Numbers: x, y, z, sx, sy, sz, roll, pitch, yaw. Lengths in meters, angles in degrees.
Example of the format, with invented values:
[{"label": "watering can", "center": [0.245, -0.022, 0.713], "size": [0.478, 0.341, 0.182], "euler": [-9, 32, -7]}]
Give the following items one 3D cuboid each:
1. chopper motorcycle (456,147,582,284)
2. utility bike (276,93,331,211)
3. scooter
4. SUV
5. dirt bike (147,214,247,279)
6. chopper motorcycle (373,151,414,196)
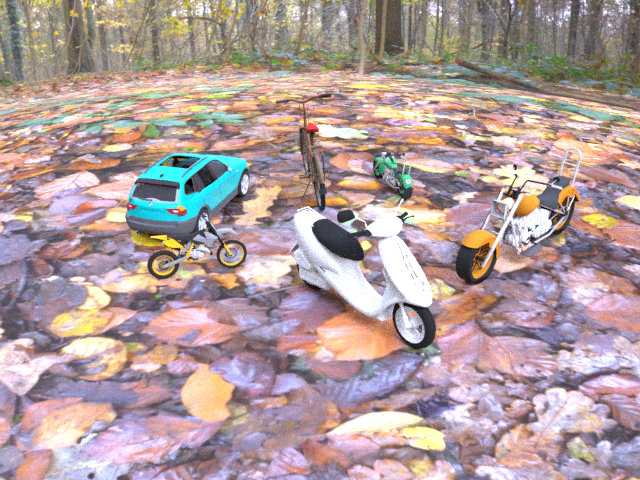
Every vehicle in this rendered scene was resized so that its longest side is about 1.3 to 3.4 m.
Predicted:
[{"label": "chopper motorcycle", "center": [3.126, -0.419, 10.781], "size": [3.040, 1.480, 0.906], "euler": [-23, 34, -38]}, {"label": "utility bike", "center": [-0.251, -1.720, 13.049], "size": [1.039, 1.839, 2.791], "euler": [-4, 26, -8]}, {"label": "scooter", "center": [0.499, 0.191, 9.175], "size": [1.288, 1.786, 2.721], "euler": [-21, 33, -36]}, {"label": "SUV", "center": [-2.261, -0.996, 12.372], "size": [1.276, 1.128, 3.058], "euler": [7, 27, 14]}, {"label": "dirt bike", "center": [-1.827, 0.111, 10.403], "size": [1.493, 0.857, 0.527], "euler": [-8, 27, -17]}, {"label": "chopper motorcycle", "center": [1.395, -1.387, 13.596], "size": [0.466, 0.761, 1.563], "euler": [-9, 27, -17]}]
